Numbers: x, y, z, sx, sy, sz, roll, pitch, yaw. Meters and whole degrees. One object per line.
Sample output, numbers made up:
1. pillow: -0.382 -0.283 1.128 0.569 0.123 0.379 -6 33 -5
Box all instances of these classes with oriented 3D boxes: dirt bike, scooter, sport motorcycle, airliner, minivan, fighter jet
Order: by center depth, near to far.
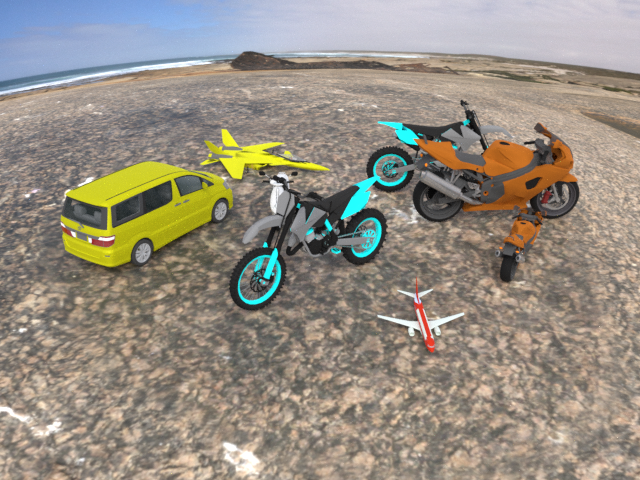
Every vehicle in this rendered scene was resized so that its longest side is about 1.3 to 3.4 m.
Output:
1. airliner: 1.353 0.978 9.155 1.161 0.429 1.307 -1 27 -3
2. dirt bike: -0.070 -0.088 9.881 2.903 1.666 1.024 -22 34 -36
3. sport motorcycle: 3.020 0.032 10.576 0.506 0.821 1.520 14 30 26
4. minivan: -2.707 -0.608 11.415 1.324 1.197 3.011 16 31 29
5. sport motorcycle: 3.003 -1.074 11.890 2.955 1.596 0.983 -1 27 -3
6. scooter: -0.698 -0.821 12.138 0.662 0.919 1.399 1 27 1
7. dirt bike: 2.319 -1.658 12.955 2.903 1.666 1.024 1 27 2
8. fighter jet: -1.038 -1.759 14.373 2.640 0.557 2.229 9 29 18
